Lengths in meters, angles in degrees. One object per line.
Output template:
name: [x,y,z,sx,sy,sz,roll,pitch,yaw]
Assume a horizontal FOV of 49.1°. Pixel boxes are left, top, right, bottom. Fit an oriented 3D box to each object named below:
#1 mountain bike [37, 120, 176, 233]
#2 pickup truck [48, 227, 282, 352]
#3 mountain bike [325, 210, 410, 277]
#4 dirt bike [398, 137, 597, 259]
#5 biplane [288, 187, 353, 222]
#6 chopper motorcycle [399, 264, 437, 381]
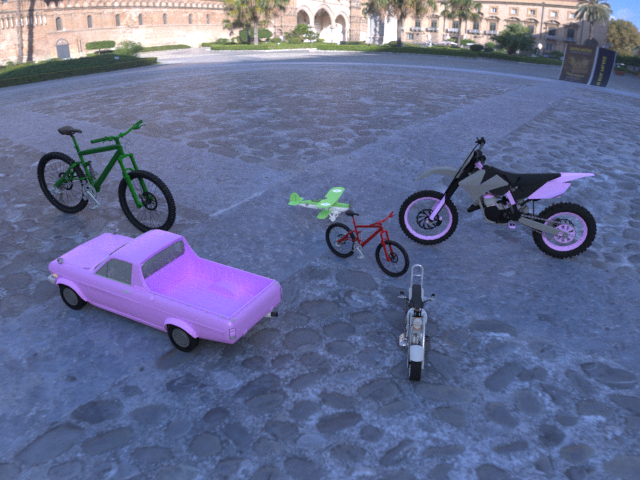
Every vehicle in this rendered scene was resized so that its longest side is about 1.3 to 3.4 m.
mountain bike: [-3.516,-1.031,11.221,2.857,1.688,1.114,13,30,24]
pickup truck: [-2.051,0.503,9.026,3.117,0.993,1.244,15,31,26]
mountain bike: [0.666,-0.001,10.130,1.469,0.868,0.573,20,34,33]
dirt bike: [2.627,-0.562,10.344,2.903,1.666,1.024,5,28,10]
biplane: [0.025,-0.601,11.676,1.090,0.504,1.336,6,28,12]
chopper motorcycle: [1.150,0.966,8.388,0.466,0.761,1.563,3,28,6]
